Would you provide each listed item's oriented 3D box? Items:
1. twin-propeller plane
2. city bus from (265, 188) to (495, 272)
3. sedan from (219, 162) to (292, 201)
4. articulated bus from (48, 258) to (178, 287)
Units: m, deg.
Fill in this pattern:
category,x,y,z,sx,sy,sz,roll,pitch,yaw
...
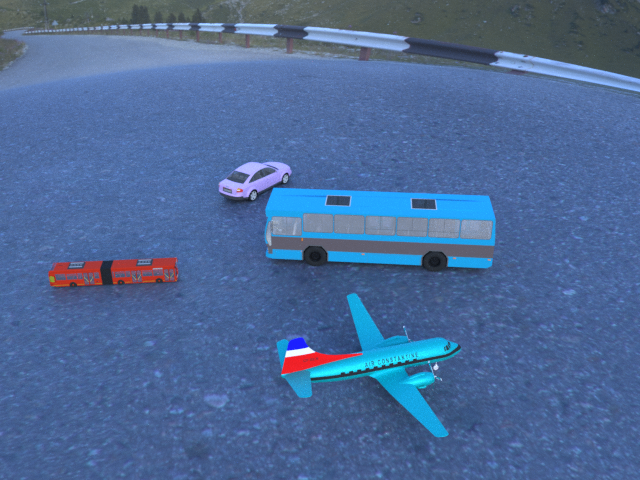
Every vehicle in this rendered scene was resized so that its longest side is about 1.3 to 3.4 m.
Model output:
category,x,y,z,sx,sy,sz,roll,pitch,yaw
twin-propeller plane,0.606,1.253,7.703,2.129,0.792,2.663,-8,29,-15
city bus,0.859,-0.149,10.266,3.255,0.894,0.926,2,28,5
sedan,-1.142,-1.144,12.606,0.635,0.483,1.613,18,33,31
articulated bus,-2.856,0.451,9.774,1.749,0.289,0.311,-2,28,-5
